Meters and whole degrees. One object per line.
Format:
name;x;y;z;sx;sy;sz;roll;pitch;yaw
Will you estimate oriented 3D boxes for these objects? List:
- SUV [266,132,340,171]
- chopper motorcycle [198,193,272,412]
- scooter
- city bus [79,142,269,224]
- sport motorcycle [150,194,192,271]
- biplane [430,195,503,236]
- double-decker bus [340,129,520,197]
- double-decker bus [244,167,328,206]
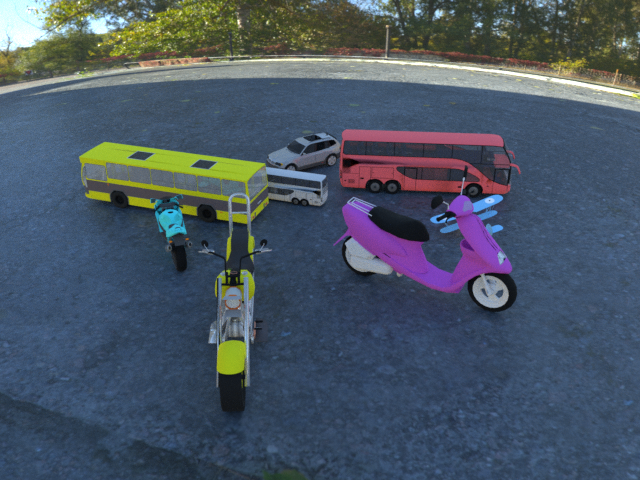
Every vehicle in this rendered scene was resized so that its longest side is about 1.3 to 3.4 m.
SUV;-0.308;-1.746;13.992;1.572;0.580;0.656;-17;33;-29
chopper motorcycle;-1.034;0.659;8.640;0.906;1.480;3.040;-1;29;-3
scooter;1.431;-0.059;9.637;2.721;1.786;1.288;15;32;25
city bus;-2.561;-0.992;12.280;3.255;0.894;0.926;9;30;17
sport motorcycle;-2.270;-0.142;10.798;0.506;0.821;1.520;-10;30;-17
biplane;2.481;-0.314;11.445;1.336;0.504;1.090;-12;31;-20
double-decker bus;1.986;-1.428;12.916;3.251;1.052;0.756;3;29;5
double-decker bus;-0.686;-0.986;12.640;1.672;0.541;0.389;9;30;17
